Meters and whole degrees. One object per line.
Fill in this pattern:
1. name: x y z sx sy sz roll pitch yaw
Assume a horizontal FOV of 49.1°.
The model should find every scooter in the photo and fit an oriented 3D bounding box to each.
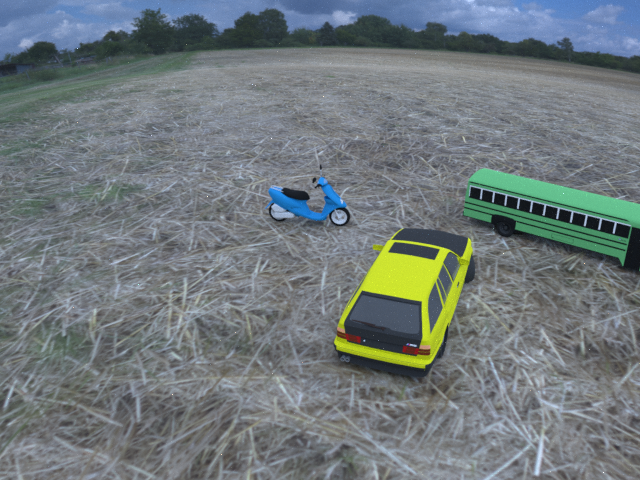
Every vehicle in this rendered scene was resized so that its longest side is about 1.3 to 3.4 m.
1. scooter: -0.202 -0.684 11.229 1.399 0.919 0.662 5 27 9

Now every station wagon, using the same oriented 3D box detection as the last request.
1. station wagon: 1.186 0.499 8.887 1.327 0.920 3.105 9 28 18

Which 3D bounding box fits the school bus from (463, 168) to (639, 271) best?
1. school bus: 3.823 -0.296 10.545 3.322 0.844 0.709 19 32 32
